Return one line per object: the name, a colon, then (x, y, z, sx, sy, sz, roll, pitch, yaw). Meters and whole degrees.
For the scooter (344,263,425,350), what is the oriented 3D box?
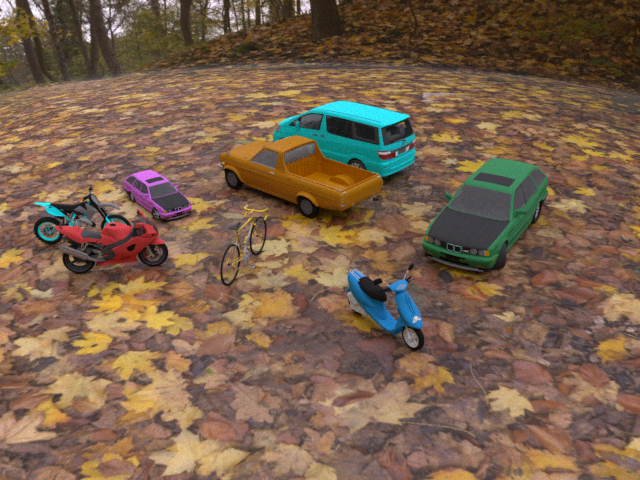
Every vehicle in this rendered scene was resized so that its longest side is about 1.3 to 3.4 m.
scooter: (0.790, 0.723, 8.673, 0.662, 0.919, 1.399, -20, 33, -34)

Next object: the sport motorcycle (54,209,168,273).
sport motorcycle: (-2.975, 0.060, 10.075, 1.520, 0.821, 0.506, -5, 28, -10)

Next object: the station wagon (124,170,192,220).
station wagon: (-2.834, -0.820, 12.175, 0.682, 0.473, 1.597, -20, 33, -33)

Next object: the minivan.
minivan: (0.401, -2.092, 13.866, 3.011, 1.197, 1.324, 21, 34, 35)

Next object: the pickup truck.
pickup truck: (-0.418, -1.248, 12.442, 3.117, 0.993, 1.244, 22, 34, 36)

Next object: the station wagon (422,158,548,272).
station wagon: (2.690, -0.525, 11.108, 1.327, 0.920, 3.105, 15, 31, 27)

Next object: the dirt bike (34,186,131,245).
dirt bike: (-3.690, -0.338, 10.813, 1.493, 0.857, 0.527, -2, 27, -3)

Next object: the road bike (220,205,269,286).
road bike: (-1.088, 0.031, 10.099, 0.358, 0.852, 1.545, 9, 29, 17)
